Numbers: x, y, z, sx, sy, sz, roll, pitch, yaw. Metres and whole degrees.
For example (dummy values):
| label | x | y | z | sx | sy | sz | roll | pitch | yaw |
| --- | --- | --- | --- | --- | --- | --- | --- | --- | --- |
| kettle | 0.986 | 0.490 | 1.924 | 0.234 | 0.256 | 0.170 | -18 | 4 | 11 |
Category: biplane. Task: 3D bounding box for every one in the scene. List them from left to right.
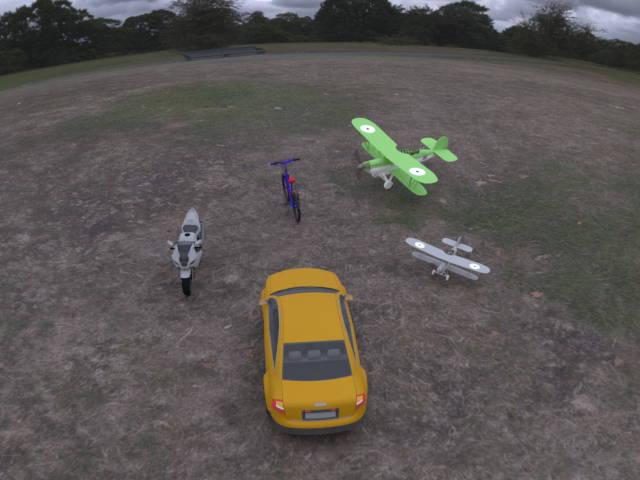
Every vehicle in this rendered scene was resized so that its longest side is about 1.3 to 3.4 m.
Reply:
| label | x | y | z | sx | sy | sz | roll | pitch | yaw |
| --- | --- | --- | --- | --- | --- | --- | --- | --- | --- |
| biplane | 1.656 | -1.573 | 13.630 | 2.120 | 0.981 | 2.598 | -15 | 33 | -25 |
| biplane | 2.004 | 0.283 | 10.815 | 1.336 | 0.504 | 1.090 | 14 | 32 | 24 |

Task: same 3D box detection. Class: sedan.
| label | x | y | z | sx | sy | sz | roll | pitch | yaw |
| --- | --- | --- | --- | --- | --- | --- | --- | --- | --- |
| sedan | -0.137 | 1.146 | 8.837 | 1.235 | 0.940 | 3.137 | -3 | 29 | -5 |

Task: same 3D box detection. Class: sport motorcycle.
| label | x | y | z | sx | sy | sz | roll | pitch | yaw |
| --- | --- | --- | --- | --- | --- | --- | --- | --- | --- |
| sport motorcycle | -1.994 | 0.168 | 10.696 | 0.506 | 0.821 | 1.520 | -2 | 29 | -3 |

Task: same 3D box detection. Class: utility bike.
| label | x | y | z | sx | sy | sz | roll | pitch | yaw |
| --- | --- | --- | --- | --- | --- | --- | --- | --- | --- |
| utility bike | -0.575 | -0.935 | 12.530 | 0.535 | 0.946 | 1.435 | -7 | 30 | -13 |
